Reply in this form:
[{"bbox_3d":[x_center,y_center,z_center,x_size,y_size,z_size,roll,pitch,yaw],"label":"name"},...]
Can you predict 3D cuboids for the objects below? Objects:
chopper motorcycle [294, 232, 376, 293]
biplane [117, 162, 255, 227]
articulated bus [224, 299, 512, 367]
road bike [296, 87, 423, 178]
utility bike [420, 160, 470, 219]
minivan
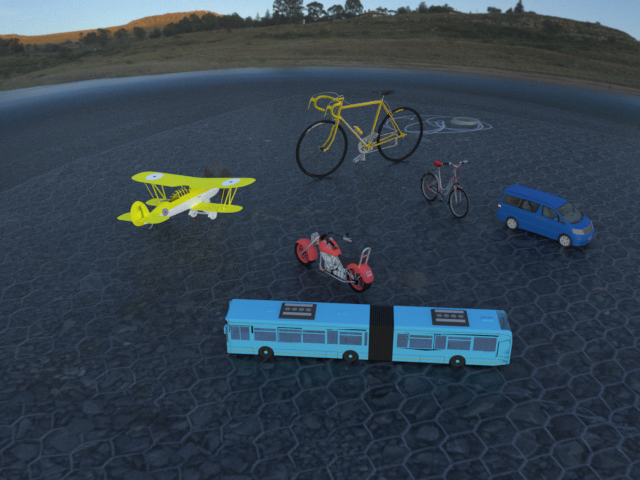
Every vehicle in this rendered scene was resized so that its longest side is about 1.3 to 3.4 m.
[{"bbox_3d":[0.174,0.212,10.026,0.466,0.761,1.563,-21,33,-36],"label":"chopper motorcycle"},{"bbox_3d":[-2.323,-0.646,11.514,2.598,0.981,2.120,16,30,29],"label":"biplane"},{"bbox_3d":[0.542,1.108,8.442,3.401,0.561,0.605,2,26,4],"label":"articulated bus"},{"bbox_3d":[0.846,-2.183,13.856,3.004,1.656,0.697,-14,30,-26],"label":"road bike"},{"bbox_3d":[2.222,-0.999,12.266,0.535,0.946,1.435,-13,29,-24],"label":"utility bike"},{"bbox_3d":[3.696,-0.409,11.446,1.548,0.616,0.681,23,34,38],"label":"minivan"}]
